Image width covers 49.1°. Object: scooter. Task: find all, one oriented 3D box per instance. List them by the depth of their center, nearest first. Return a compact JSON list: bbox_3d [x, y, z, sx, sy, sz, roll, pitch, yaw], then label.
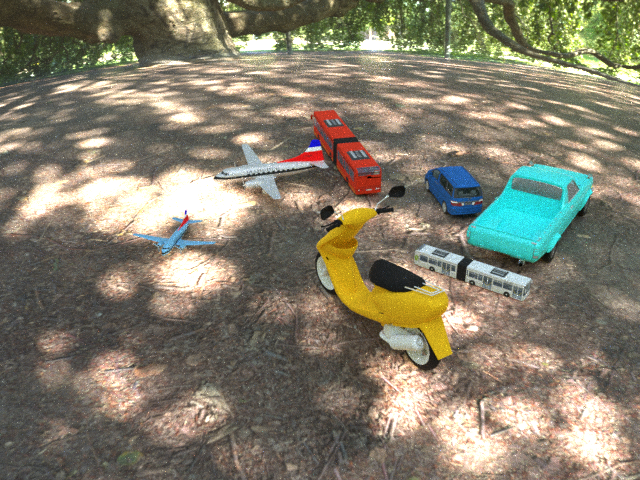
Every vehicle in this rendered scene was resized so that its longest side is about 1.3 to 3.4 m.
[{"bbox_3d":[0.705,0.371,8.785,1.288,1.786,2.721,-17,34,-28],"label":"scooter"}]

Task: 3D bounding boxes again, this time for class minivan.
[{"bbox_3d":[2.346,-0.971,12.400,0.681,0.616,1.548,-5,30,-9],"label":"minivan"}]

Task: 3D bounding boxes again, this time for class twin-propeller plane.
[{"bbox_3d":[-2.272,-0.096,11.043,1.370,0.407,1.095,6,30,10],"label":"twin-propeller plane"},{"bbox_3d":[-0.936,-1.387,12.966,2.129,0.792,2.663,-9,30,-15],"label":"twin-propeller plane"}]

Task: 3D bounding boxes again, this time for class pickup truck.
[{"bbox_3d":[3.472,-0.567,11.287,1.244,0.993,3.117,18,34,29],"label":"pickup truck"}]

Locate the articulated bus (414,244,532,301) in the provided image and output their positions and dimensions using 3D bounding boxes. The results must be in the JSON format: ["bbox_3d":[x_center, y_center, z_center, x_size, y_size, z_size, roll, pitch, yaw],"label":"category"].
[{"bbox_3d":[2.195,0.459,10.168,1.749,0.289,0.311,19,34,31],"label":"articulated bus"}]

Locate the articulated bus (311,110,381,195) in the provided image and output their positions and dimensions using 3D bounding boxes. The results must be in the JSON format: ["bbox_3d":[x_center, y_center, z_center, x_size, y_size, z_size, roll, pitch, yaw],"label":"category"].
[{"bbox_3d":[0.479,-1.822,13.984,0.605,0.561,3.401,-7,30,-12],"label":"articulated bus"}]
